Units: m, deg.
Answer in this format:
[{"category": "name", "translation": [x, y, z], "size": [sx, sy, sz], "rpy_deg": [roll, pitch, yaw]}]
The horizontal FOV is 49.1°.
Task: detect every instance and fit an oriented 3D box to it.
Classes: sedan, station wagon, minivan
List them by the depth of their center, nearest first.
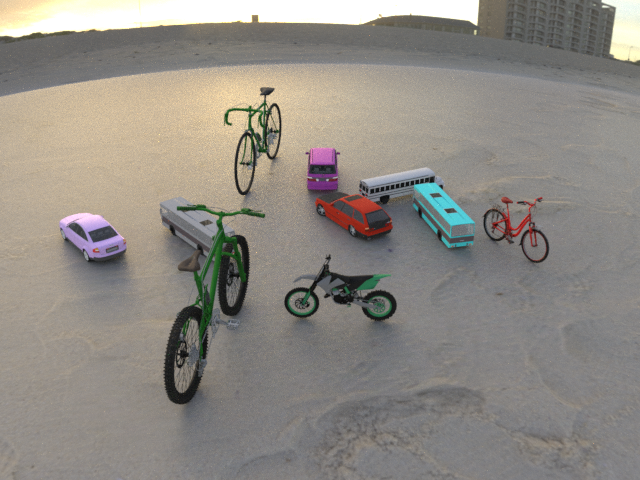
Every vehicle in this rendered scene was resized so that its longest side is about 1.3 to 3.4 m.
[{"category": "sedan", "translation": [-3.645, -0.132, 11.139], "size": [0.635, 0.483, 1.613], "rpy_deg": [-21, 34, -34]}, {"category": "station wagon", "translation": [0.541, -0.513, 11.875], "size": [0.682, 0.473, 1.597], "rpy_deg": [-17, 32, -29]}, {"category": "minivan", "translation": [0.052, -1.455, 13.517], "size": [0.681, 0.616, 1.548], "rpy_deg": [0, 28, 0]}]

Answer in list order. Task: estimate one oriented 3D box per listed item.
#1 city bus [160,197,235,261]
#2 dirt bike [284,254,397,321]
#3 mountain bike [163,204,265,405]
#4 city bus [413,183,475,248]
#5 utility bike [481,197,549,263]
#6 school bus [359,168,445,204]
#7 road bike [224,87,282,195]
[{"category": "city bus", "translation": [-1.980, -0.182, 11.259], "size": [0.476, 0.460, 1.674], "rpy_deg": [-21, 34, -34]}, {"category": "dirt bike", "translation": [0.268, 0.683, 9.185], "size": [1.493, 0.857, 0.527], "rpy_deg": [1, 28, 3]}, {"category": "mountain bike", "translation": [-1.303, 0.609, 8.432], "size": [1.114, 1.688, 2.857], "rpy_deg": [5, 28, 10]}, {"category": "city bus", "translation": [2.037, -0.416, 11.705], "size": [0.476, 0.460, 1.674], "rpy_deg": [-6, 28, -12]}, {"category": "utility bike", "translation": [3.087, -0.284, 10.930], "size": [0.535, 0.946, 1.435], "rpy_deg": [-16, 32, -27]}, {"category": "school bus", "translation": [1.535, -1.009, 12.862], "size": [1.708, 0.434, 0.365], "rpy_deg": [-13, 30, -23]}, {"category": "road bike", "translation": [-1.163, -2.032, 13.498], "size": [0.696, 1.656, 3.004], "rpy_deg": [6, 28, 11]}]
